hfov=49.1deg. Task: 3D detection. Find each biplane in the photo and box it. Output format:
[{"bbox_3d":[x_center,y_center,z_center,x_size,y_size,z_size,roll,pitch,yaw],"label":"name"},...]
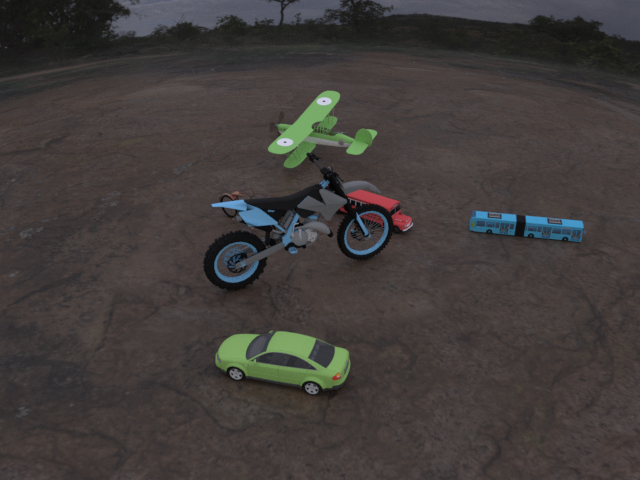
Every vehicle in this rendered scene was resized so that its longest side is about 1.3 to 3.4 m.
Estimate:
[{"bbox_3d":[0.016,-2.008,13.599,2.120,0.981,2.598,13,32,22],"label":"biplane"}]

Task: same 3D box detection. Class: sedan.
[{"bbox_3d":[-0.449,1.365,8.215,1.613,0.483,0.635,8,31,13],"label":"sedan"}]

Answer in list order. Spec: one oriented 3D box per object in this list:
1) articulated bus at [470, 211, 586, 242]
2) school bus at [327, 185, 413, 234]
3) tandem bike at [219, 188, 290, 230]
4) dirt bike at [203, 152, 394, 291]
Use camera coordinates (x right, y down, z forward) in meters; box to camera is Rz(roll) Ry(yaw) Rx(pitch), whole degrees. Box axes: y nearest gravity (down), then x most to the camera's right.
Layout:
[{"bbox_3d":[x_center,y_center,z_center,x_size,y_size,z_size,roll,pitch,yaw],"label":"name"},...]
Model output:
[{"bbox_3d":[3.292,-0.219,11.174,1.749,0.289,0.311,6,30,10],"label":"articulated bus"},{"bbox_3d":[0.750,-0.561,11.624,1.708,0.434,0.365,20,35,31],"label":"school bus"},{"bbox_3d":[-1.067,-0.498,11.265,1.642,0.682,0.283,23,37,34],"label":"tandem bike"},{"bbox_3d":[-0.249,-0.243,9.831,2.903,1.666,1.024,-12,32,-20],"label":"dirt bike"}]
